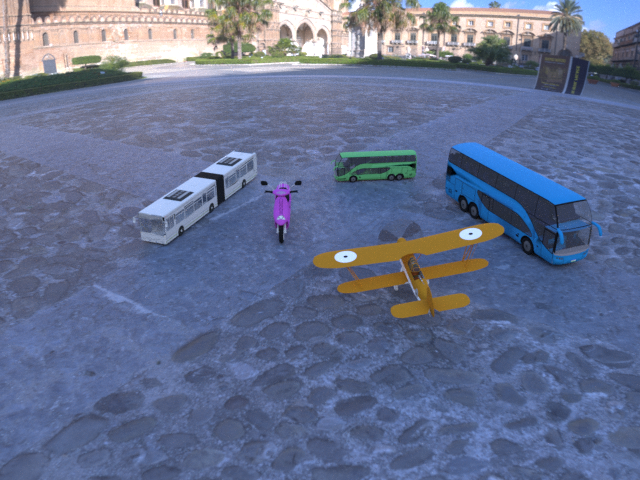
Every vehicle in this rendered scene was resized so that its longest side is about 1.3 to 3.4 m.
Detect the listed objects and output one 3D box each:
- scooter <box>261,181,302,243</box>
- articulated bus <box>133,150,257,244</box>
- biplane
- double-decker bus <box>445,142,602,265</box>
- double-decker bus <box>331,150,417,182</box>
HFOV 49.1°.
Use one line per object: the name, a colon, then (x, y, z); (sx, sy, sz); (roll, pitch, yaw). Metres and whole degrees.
scooter: (-0.627, -0.611, 11.604); (0.662, 0.919, 1.399); (0, 26, -1)
articulated bus: (-2.076, -0.846, 12.496); (0.605, 0.561, 3.401); (10, 28, 19)
biplane: (1.228, 0.458, 9.335); (2.598, 0.981, 2.120); (-2, 26, -5)
double-decker bus: (3.193, -0.652, 11.536); (0.756, 1.052, 3.251); (-10, 28, -20)
double-decker bus: (1.064, -1.460, 13.780); (1.672, 0.541, 0.389); (-3, 26, -6)
